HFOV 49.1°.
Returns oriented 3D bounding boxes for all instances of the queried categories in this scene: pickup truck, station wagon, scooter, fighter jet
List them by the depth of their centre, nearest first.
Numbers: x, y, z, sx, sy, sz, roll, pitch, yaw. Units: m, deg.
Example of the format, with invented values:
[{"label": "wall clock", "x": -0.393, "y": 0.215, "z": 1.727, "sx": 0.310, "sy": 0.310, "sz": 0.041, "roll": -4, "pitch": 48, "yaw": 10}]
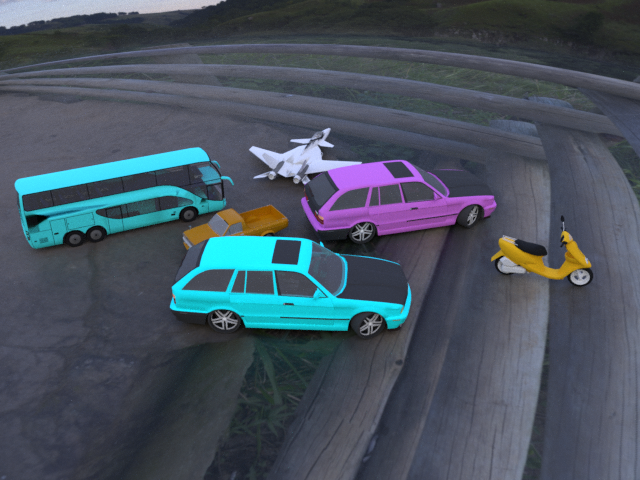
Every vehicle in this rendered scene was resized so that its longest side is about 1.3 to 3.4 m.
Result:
[{"label": "station wagon", "x": -0.356, "y": 0.534, "z": 9.178, "sx": 3.105, "sy": 0.920, "sz": 1.327, "roll": 2, "pitch": 31, "yaw": 3}, {"label": "scooter", "x": 3.133, "y": 0.175, "z": 9.769, "sx": 1.399, "sy": 0.919, "sz": 0.662, "roll": 9, "pitch": 32, "yaw": 14}, {"label": "pickup truck", "x": -1.289, "y": -0.182, "z": 10.748, "sx": 1.603, "sy": 0.511, "sz": 0.640, "roll": -18, "pitch": 36, "yaw": -27}, {"label": "station wagon", "x": 1.299, "y": -0.736, "z": 11.264, "sx": 3.105, "sy": 0.920, "sz": 1.327, "roll": -8, "pitch": 32, "yaw": -13}, {"label": "fighter jet", "x": -0.228, "y": -1.814, "z": 13.387, "sx": 2.229, "sy": 0.557, "sz": 2.640, "roll": 10, "pitch": 33, "yaw": 16}]

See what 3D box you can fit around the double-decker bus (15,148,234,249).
[{"label": "double-decker bus", "x": -3.025, "y": -0.704, "z": 11.085, "sx": 3.251, "sy": 1.052, "sz": 0.756, "roll": -14, "pitch": 34, "yaw": -21}]
